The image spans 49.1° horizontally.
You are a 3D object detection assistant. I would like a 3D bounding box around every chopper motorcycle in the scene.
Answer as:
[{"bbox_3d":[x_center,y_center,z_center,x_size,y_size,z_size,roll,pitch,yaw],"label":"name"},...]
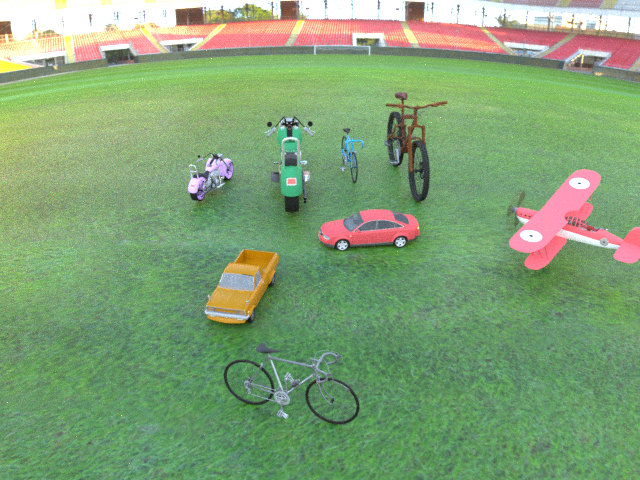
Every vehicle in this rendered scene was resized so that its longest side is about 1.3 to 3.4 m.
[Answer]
[{"bbox_3d":[-0.542,-1.611,12.801,0.906,1.480,3.040,-1,27,-3],"label":"chopper motorcycle"},{"bbox_3d":[-1.993,-1.267,12.917,0.466,0.761,1.563,9,28,17],"label":"chopper motorcycle"}]

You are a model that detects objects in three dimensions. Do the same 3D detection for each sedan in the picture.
[{"bbox_3d":[0.779,-0.197,11.124,1.613,0.483,0.635,-3,27,-7],"label":"sedan"}]

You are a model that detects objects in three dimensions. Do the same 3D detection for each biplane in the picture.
[{"bbox_3d":[3.813,-0.140,10.466,2.120,0.981,2.598,20,33,34],"label":"biplane"}]

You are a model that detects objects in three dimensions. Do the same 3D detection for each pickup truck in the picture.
[{"bbox_3d":[-1.040,0.565,9.600,0.640,0.511,1.603,6,28,11],"label":"pickup truck"}]

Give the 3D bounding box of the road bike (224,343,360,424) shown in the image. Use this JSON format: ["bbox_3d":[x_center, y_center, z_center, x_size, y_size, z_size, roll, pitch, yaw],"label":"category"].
[{"bbox_3d":[-0.323,1.500,7.390,1.545,0.852,0.358,9,28,17],"label":"road bike"}]

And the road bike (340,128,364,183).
[{"bbox_3d":[0.573,-1.708,13.683,0.358,0.852,1.545,-4,27,-8],"label":"road bike"}]

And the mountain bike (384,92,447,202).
[{"bbox_3d":[1.631,-1.896,13.132,1.114,1.688,2.857,-4,27,-7],"label":"mountain bike"}]
